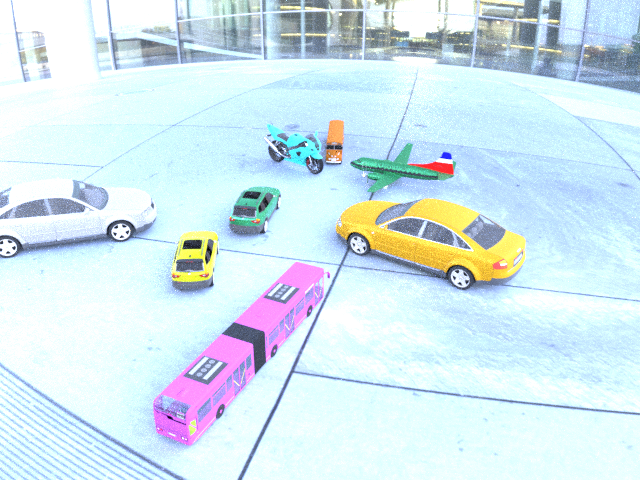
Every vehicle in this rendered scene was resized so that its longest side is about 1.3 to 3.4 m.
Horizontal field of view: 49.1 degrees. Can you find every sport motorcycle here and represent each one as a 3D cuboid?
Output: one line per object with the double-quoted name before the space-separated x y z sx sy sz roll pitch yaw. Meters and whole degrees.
"sport motorcycle" -0.522 -1.894 14.492 1.520 0.821 0.506 22 36 34

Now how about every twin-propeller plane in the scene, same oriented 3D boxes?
"twin-propeller plane" 1.591 -1.485 13.781 2.129 0.792 2.663 11 31 20

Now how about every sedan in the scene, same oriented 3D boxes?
"sedan" 1.696 -0.130 11.172 3.137 0.940 1.235 18 34 29
"sedan" -4.378 -0.504 11.849 3.137 0.940 1.235 -8 30 -15

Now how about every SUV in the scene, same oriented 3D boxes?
"SUV" -1.942 0.218 10.912 0.656 0.580 1.572 -1 29 -3
"SUV" -1.146 -0.627 12.445 0.656 0.580 1.572 5 29 10

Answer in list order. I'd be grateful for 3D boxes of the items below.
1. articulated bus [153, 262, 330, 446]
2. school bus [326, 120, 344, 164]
"articulated bus" -0.873 1.293 8.983 0.605 0.561 3.401 13 32 23
"school bus" 0.334 -2.154 15.363 0.365 0.434 1.708 2 29 3
